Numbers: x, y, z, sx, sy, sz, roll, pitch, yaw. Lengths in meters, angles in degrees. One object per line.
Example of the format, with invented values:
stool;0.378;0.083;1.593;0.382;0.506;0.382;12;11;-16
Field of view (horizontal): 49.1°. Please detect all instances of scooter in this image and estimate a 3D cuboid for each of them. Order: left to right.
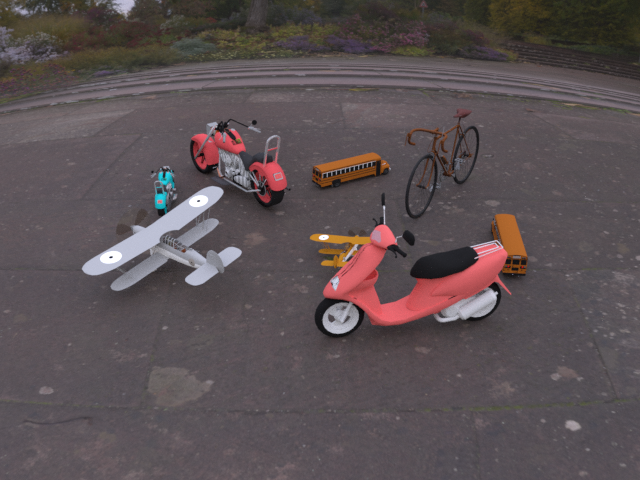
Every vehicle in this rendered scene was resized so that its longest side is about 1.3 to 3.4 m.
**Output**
scooter;1.262;0.409;9.187;2.721;1.786;1.288;-5;29;-10

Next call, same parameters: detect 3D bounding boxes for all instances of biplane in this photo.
biplane;-2.205;0.153;10.509;2.120;0.981;2.598;21;35;34
biplane;0.401;0.175;10.971;1.336;0.504;1.090;11;30;20

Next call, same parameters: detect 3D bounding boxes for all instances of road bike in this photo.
road bike;2.325;-1.516;12.891;0.697;1.656;3.004;18;33;30

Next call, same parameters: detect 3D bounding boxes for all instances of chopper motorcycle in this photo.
chopper motorcycle;-2.855;-1.021;12.915;0.466;0.761;1.563;-2;28;-4
chopper motorcycle;-1.640;-1.649;13.323;0.906;1.480;3.040;-21;35;-34

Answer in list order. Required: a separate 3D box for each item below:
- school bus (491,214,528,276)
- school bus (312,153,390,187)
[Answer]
school bus;3.040;0.022;11.328;0.365;0.434;1.708;3;28;5
school bus;0.655;-1.411;13.981;1.708;0.434;0.365;-16;32;-27
